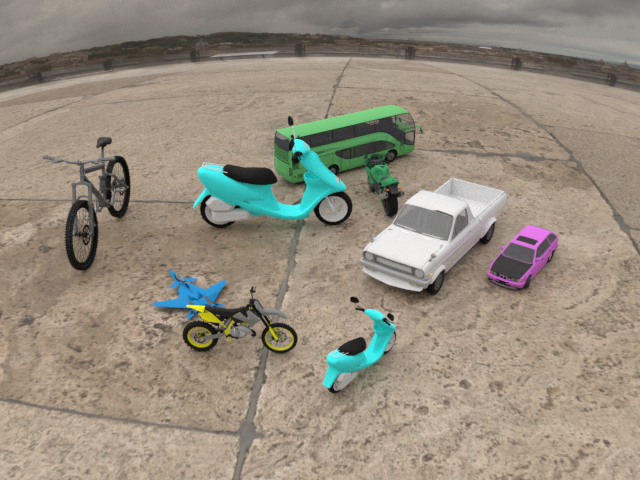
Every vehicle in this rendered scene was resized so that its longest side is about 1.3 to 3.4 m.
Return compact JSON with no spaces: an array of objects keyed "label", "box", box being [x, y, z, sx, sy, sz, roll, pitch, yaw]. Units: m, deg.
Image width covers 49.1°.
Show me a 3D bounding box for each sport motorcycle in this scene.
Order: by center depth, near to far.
[{"label":"sport motorcycle","box":[1.136,-1.044,12.773,0.506,0.821,1.520,-7,30,-12]}]

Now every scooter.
[{"label":"scooter","box":[0.525,1.252,8.573,0.662,0.919,1.399,23,37,35]},{"label":"scooter","box":[-0.795,-1.027,11.755,2.721,1.786,1.288,-1,29,-3]}]

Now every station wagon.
[{"label":"station wagon","box":[3.168,0.219,10.873,0.682,0.473,1.597,20,35,31]}]

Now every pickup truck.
[{"label":"pickup truck","box":[1.898,-0.243,11.168,1.244,0.993,3.117,19,34,30]}]

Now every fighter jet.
[{"label":"fighter jet","box":[-1.954,0.663,10.272,1.147,0.286,1.358,-18,34,-29]}]

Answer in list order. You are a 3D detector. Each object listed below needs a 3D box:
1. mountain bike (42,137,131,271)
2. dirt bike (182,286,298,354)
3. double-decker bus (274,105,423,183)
[{"label":"mountain bike","box":[-3.609,-0.767,11.393,1.114,1.688,2.857,2,29,3]},{"label":"dirt bike","box":[-1.032,1.082,8.940,1.493,0.857,0.527,1,29,3]},{"label":"double-decker bus","box":[0.599,-1.987,14.221,3.251,1.052,0.756,-18,34,-28]}]
